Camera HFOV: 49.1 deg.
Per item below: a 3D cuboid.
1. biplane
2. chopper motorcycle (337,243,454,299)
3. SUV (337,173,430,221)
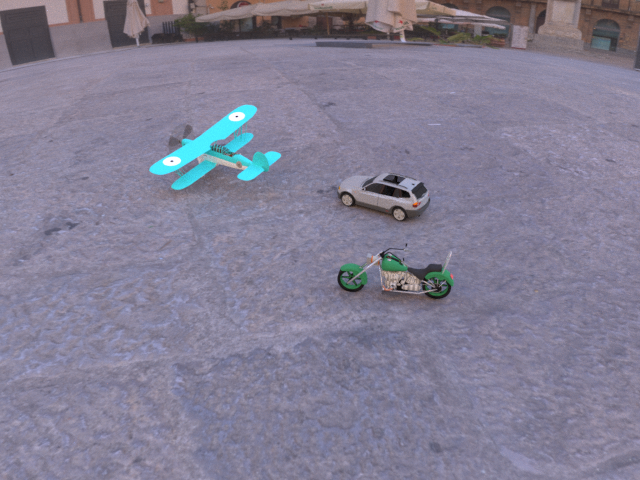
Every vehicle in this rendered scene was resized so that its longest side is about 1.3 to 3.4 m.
[{"bbox_3d":[-1.752,-1.478,12.369,2.120,0.981,2.598,19,36,29],"label":"biplane"},{"bbox_3d":[1.014,0.413,9.394,1.563,0.761,0.466,6,31,9],"label":"chopper motorcycle"},{"bbox_3d":[1.049,-0.806,11.629,1.572,0.580,0.656,18,35,27],"label":"SUV"}]
